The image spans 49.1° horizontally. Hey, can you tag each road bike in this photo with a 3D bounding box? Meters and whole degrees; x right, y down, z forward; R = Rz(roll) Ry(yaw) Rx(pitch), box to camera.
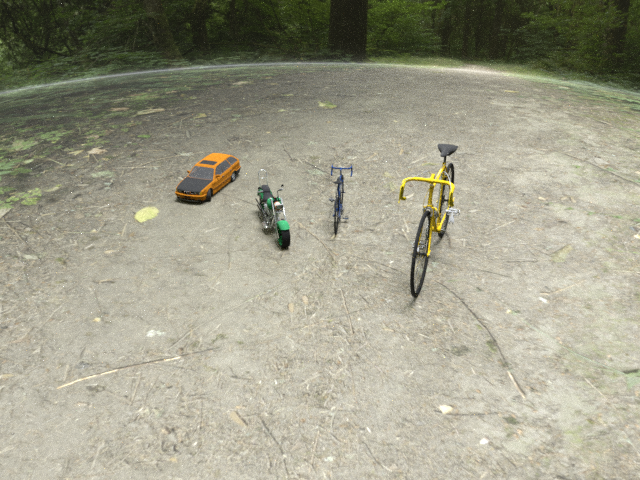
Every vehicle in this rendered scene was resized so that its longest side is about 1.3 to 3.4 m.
[{"bbox_3d":[0.311,-0.700,11.285,0.358,0.852,1.545,3,27,6],"label":"road bike"},{"bbox_3d":[1.636,-0.432,9.873,0.696,1.656,3.004,9,28,17],"label":"road bike"}]

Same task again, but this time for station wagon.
[{"bbox_3d":[-2.014,-1.166,12.618,0.682,0.473,1.597,9,28,17],"label":"station wagon"}]

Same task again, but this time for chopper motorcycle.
[{"bbox_3d":[-0.735,-0.510,11.011,0.466,0.761,1.563,-8,28,-16],"label":"chopper motorcycle"}]
